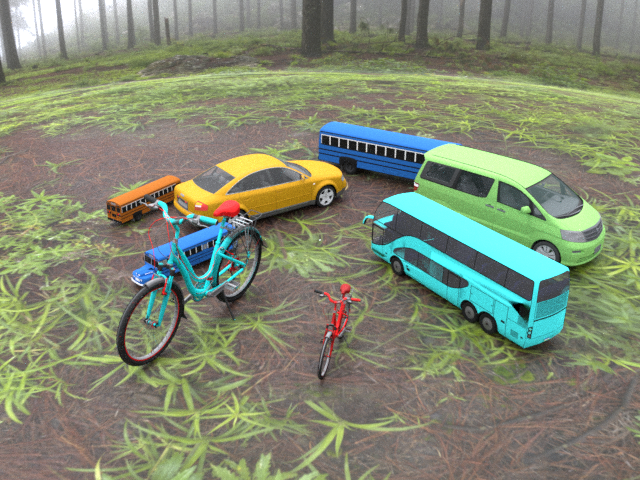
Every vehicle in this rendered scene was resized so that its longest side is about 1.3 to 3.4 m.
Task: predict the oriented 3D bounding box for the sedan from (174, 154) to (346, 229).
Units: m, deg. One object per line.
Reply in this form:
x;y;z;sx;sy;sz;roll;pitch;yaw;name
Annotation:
-0.960;-0.965;12.024;3.137;0.940;1.235;-17;31;-31;sedan

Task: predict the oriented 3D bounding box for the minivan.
2.938;-0.595;10.978;3.011;1.197;1.324;22;34;37;minivan

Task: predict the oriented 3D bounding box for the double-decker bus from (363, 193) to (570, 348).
1.831;0.266;9.390;0.756;1.052;3.251;-16;30;-29;double-decker bus

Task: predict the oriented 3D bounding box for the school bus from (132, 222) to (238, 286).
-1.965;0.206;10.213;0.365;0.434;1.708;23;34;38;school bus

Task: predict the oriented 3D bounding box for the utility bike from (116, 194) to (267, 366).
-1.389;0.291;8.446;1.039;1.839;2.791;15;30;27;utility bike

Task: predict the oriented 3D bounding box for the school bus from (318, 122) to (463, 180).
1.535;-1.575;13.376;3.322;0.844;0.709;15;30;29;school bus

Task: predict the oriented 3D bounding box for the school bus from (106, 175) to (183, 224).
-2.921;-0.736;12.131;0.365;0.434;1.708;16;30;30;school bus

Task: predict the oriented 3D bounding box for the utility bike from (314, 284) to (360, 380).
0.237;0.936;8.144;0.535;0.946;1.435;7;27;14;utility bike
